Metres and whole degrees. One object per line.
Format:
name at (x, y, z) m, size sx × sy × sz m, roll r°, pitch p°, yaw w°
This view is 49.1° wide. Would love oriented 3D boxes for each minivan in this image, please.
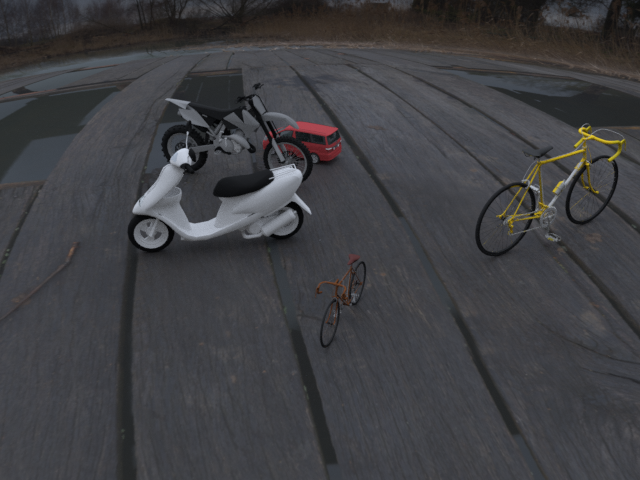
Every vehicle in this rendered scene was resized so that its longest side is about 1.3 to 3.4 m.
minivan at (-0.367, -1.934, 13.498) m, size 1.548 × 0.616 × 0.681 m, roll 14°, pitch 33°, yaw 23°

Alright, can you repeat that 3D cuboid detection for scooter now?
scooter at (-1.480, -0.713, 10.192) m, size 2.721 × 1.786 × 1.288 m, roll -6°, pitch 30°, yaw -10°

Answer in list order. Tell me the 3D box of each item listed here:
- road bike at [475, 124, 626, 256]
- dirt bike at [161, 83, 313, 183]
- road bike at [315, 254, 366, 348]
road bike at (3.465, -0.746, 10.381) m, size 3.004 × 1.656 × 0.696 m, roll -17°, pitch 34°, yaw -27°
dirt bike at (-1.504, -1.847, 12.290) m, size 2.903 × 1.666 × 1.024 m, roll 9°, pitch 31°, yaw 15°
road bike at (0.307, 0.673, 8.714) m, size 0.358 × 0.852 × 1.545 m, roll 12°, pitch 32°, yaw 20°
